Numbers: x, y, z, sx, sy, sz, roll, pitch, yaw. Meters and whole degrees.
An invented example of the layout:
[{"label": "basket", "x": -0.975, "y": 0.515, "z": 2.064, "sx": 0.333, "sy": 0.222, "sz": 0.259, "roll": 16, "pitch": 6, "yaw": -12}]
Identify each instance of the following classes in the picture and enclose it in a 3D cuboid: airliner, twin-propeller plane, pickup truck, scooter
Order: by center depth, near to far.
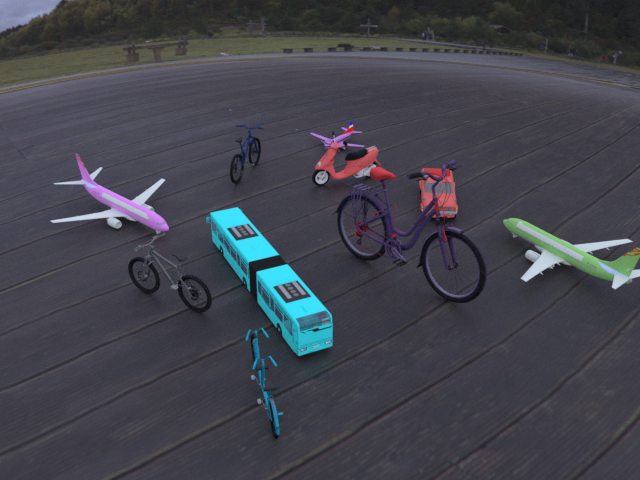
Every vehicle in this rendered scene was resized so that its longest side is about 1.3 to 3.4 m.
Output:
[{"label": "airliner", "x": 3.656, "y": 0.000, "z": 10.399, "sx": 2.257, "sy": 0.835, "sz": 2.541, "roll": -16, "pitch": 32, "yaw": -27}, {"label": "airliner", "x": -3.386, "y": -0.775, "z": 11.817, "sx": 2.541, "sy": 0.835, "sz": 2.257, "roll": 23, "pitch": 36, "yaw": 35}, {"label": "pickup truck", "x": 2.085, "y": -0.893, "z": 12.371, "sx": 0.640, "sy": 0.511, "sz": 1.603, "roll": 3, "pitch": 29, "yaw": 5}, {"label": "scooter", "x": 0.505, "y": -1.525, "z": 13.102, "sx": 1.399, "sy": 0.919, "sz": 0.662, "roll": -11, "pitch": 31, "yaw": -19}, {"label": "twin-propeller plane", "x": 0.414, "y": -2.185, "z": 14.841, "sx": 1.370, "sy": 0.407, "sz": 1.095, "roll": 19, "pitch": 34, "yaw": 30}]

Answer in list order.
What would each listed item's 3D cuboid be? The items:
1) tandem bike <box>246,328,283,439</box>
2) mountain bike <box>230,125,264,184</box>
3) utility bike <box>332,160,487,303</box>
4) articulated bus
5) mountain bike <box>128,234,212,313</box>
[{"label": "tandem bike", "x": -0.633, "y": 1.501, "z": 7.814, "sx": 0.283, "sy": 0.682, "sz": 1.642, "roll": -7, "pitch": 29, "yaw": -12}, {"label": "mountain bike", "x": -1.423, "y": -1.678, "z": 13.435, "sx": 0.573, "sy": 0.868, "sz": 1.469, "roll": 8, "pitch": 30, "yaw": 15}, {"label": "utility bike", "x": 1.265, "y": -0.317, "z": 9.934, "sx": 1.039, "sy": 1.839, "sz": 2.791, "roll": -26, "pitch": 38, "yaw": -38}, {"label": "articulated bus", "x": -0.789, "y": 0.454, "z": 9.855, "sx": 0.605, "sy": 0.561, "sz": 3.401, "roll": -13, "pitch": 31, "yaw": -23}, {"label": "mountain bike", "x": -2.068, "y": 0.471, "z": 9.505, "sx": 1.469, "sy": 0.868, "sz": 0.573, "roll": 16, "pitch": 33, "yaw": 27}]
